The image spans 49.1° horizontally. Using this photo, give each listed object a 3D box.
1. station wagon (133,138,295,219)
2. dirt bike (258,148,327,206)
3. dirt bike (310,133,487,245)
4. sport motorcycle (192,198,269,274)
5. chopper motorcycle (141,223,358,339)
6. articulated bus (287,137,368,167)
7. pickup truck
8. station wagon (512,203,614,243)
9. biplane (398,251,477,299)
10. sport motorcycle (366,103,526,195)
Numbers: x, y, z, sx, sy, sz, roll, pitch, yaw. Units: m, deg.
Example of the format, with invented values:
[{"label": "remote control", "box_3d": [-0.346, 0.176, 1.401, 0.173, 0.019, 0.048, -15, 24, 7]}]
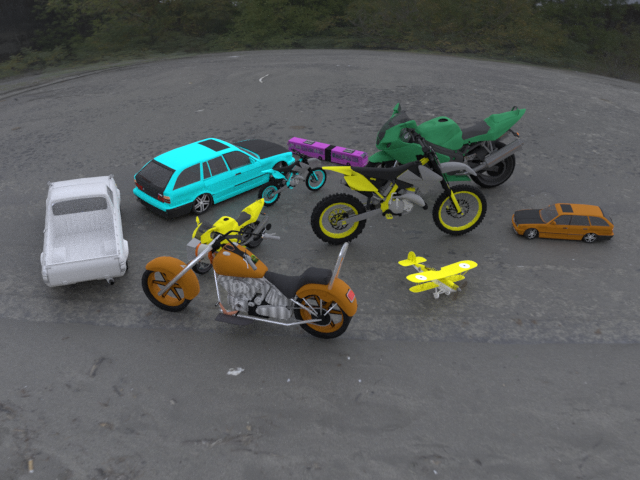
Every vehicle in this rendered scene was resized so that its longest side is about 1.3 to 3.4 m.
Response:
[{"label": "station wagon", "box_3d": [-1.870, -1.352, 12.916, 1.327, 0.920, 3.105, 27, 39, 38]}, {"label": "dirt bike", "box_3d": [-0.489, -1.142, 12.616, 1.493, 0.857, 0.527, -20, 36, -31]}, {"label": "dirt bike", "box_3d": [1.287, -0.737, 11.109, 2.903, 1.666, 1.024, -4, 30, -7]}, {"label": "sport motorcycle", "box_3d": [-1.400, -0.064, 10.790, 0.506, 0.821, 1.520, 24, 38, 35]}, {"label": "chopper motorcycle", "box_3d": [-0.986, 0.479, 9.194, 3.040, 1.480, 0.906, 9, 31, 15]}, {"label": "articulated bus", "box_3d": [0.137, -1.792, 14.307, 1.749, 0.289, 0.311, 16, 34, 25]}, {"label": "pickup truck", "box_3d": [-3.720, -0.284, 10.999, 1.244, 0.993, 3.117, -9, 31, -15]}, {"label": "station wagon", "box_3d": [4.004, -0.323, 11.585, 1.597, 0.473, 0.682, 4, 30, 6]}, {"label": "biplane", "box_3d": [1.652, 0.499, 10.134, 1.336, 0.504, 1.090, -20, 36, -31]}, {"label": "sport motorcycle", "box_3d": [2.243, -1.614, 12.694, 2.955, 1.596, 0.983, -5, 30, -9]}]
